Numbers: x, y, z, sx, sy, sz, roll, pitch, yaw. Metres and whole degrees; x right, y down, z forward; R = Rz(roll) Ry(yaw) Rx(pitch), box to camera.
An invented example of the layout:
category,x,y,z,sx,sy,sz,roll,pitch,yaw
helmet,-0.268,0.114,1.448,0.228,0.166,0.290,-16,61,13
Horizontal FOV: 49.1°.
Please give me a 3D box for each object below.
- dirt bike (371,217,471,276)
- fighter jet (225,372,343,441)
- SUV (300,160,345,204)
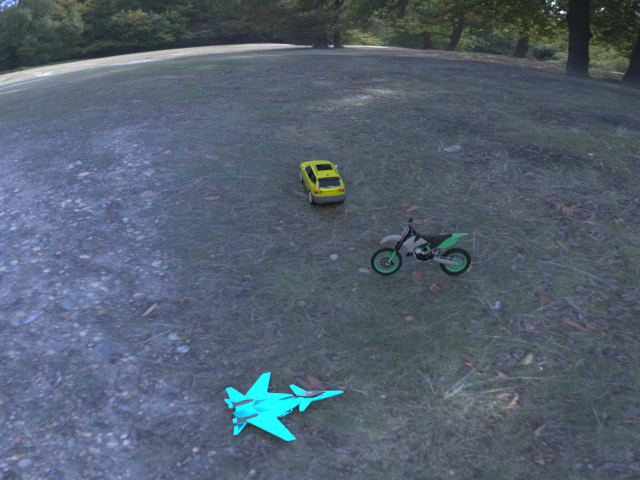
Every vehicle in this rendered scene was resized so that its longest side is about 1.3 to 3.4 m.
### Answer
category,x,y,z,sx,sy,sz,roll,pitch,yaw
dirt bike,1.500,0.156,10.297,1.493,0.857,0.527,0,29,-1
fighter jet,-0.374,1.795,7.960,1.358,0.286,1.147,-9,30,-15
SUV,0.036,-1.164,12.931,0.656,0.580,1.572,-6,30,-10
